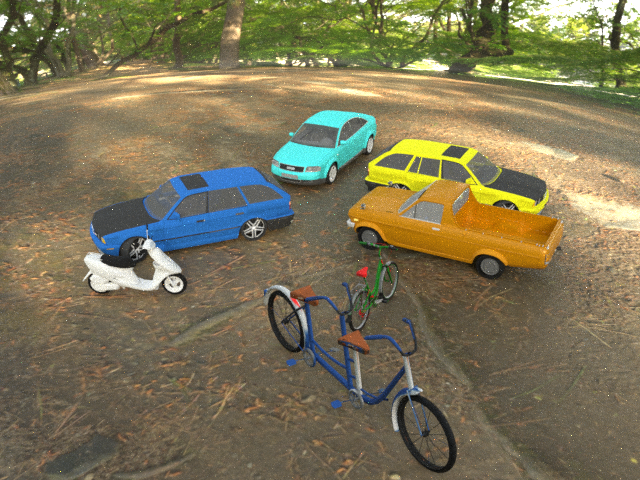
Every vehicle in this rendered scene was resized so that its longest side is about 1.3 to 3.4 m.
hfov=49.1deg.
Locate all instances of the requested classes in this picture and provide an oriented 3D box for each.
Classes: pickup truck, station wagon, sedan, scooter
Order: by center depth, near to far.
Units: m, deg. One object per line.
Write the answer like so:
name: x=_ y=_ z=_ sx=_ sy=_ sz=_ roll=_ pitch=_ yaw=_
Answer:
scooter: x=-2.495 y=0.322 z=9.342 sx=1.399 sy=0.919 sz=0.662 roll=0 pitch=27 yaw=1
pickup truck: x=1.981 y=-0.285 z=10.458 sx=3.117 sy=0.993 sz=1.244 roll=14 pitch=30 yaw=25
station wagon: x=-2.006 y=-0.488 z=10.940 sx=3.105 sy=0.920 sz=1.327 roll=-11 pitch=29 yaw=-21
station wagon: x=2.379 y=-1.096 z=12.141 sx=3.105 sy=0.920 sz=1.327 roll=13 pitch=30 yaw=24
sedan: x=0.133 y=-1.952 z=13.809 sx=1.235 sy=0.940 sz=3.137 roll=12 pitch=29 yaw=23

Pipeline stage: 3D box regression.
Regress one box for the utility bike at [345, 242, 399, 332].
utility bike: x=0.643 y=0.529 z=8.902 sx=0.535 sy=0.946 sz=1.435 roll=15 pitch=30 yaw=27

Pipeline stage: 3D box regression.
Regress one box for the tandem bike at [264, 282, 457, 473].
tandem bike: x=0.278 y=1.128 z=7.299 sx=0.550 sy=1.326 sz=3.192 roll=-18 pitch=32 yaw=-32
